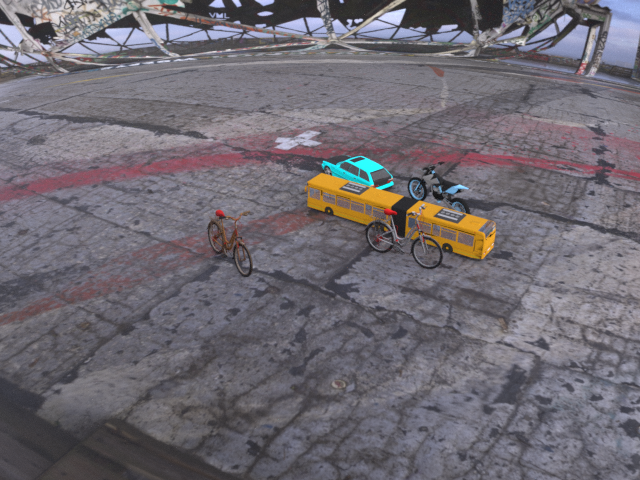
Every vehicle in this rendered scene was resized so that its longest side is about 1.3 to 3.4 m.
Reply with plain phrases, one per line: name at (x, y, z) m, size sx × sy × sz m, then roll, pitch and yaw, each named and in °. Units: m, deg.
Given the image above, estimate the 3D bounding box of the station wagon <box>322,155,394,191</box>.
station wagon at (0.696, -1.349, 13.496) m, size 0.682 × 0.473 × 1.597 m, roll -21°, pitch 36°, yaw -32°

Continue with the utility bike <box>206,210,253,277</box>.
utility bike at (-1.379, -0.072, 10.818) m, size 0.535 × 0.946 × 1.435 m, roll -20°, pitch 35°, yaw -30°

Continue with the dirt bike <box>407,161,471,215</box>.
dirt bike at (2.077, -0.874, 12.292) m, size 0.527 × 0.857 × 1.493 m, roll -21°, pitch 36°, yaw -32°

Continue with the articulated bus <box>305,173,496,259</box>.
articulated bus at (1.266, -0.447, 11.849) m, size 3.401 × 0.561 × 0.605 m, roll 19°, pitch 35°, yaw 29°

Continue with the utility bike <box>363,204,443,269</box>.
utility bike at (1.312, -0.132, 10.920) m, size 1.435 × 0.946 × 0.535 m, roll 20°, pitch 35°, yaw 30°
